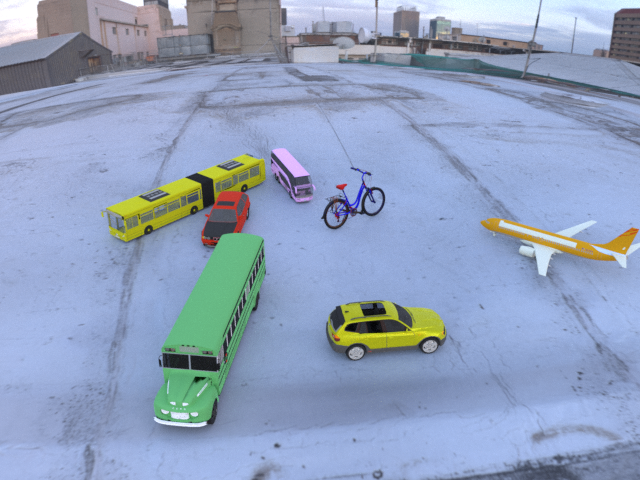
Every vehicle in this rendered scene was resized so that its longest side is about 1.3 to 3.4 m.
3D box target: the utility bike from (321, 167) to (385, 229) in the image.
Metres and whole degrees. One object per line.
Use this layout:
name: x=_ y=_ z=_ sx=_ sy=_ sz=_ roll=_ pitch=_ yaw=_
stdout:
utility bike: x=0.567 y=-0.756 z=12.223 sx=1.435 sy=0.946 sz=0.535 roll=-19 pitch=34 yaw=-32

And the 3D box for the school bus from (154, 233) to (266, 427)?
school bus: x=-1.340 y=1.030 z=9.008 sx=0.709 sy=0.844 sz=3.322 roll=3 pitch=28 yaw=6

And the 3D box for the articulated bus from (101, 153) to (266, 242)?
articulated bus: x=-2.347 y=-0.840 z=12.787 sx=0.605 sy=0.561 sz=3.401 roll=22 pitch=35 yaw=35

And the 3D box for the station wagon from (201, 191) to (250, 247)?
station wagon: x=-1.616 y=-0.405 z=12.069 sx=0.682 sy=0.473 sz=1.597 roll=2 pitch=28 yaw=4

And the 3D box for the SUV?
SUV: x=0.864 y=1.116 z=9.127 sx=1.572 sy=0.580 sz=0.656 roll=-4 pitch=29 yaw=-8

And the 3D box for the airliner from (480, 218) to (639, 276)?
airliner: x=3.753 y=-0.147 z=11.208 sx=2.541 sy=0.835 sz=2.257 roll=20 pitch=34 yaw=33

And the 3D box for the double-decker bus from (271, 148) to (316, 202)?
double-decker bus: x=-0.556 y=-1.254 z=13.578 sx=0.389 sy=0.541 sz=1.672 roll=-10 pitch=30 yaw=-18
